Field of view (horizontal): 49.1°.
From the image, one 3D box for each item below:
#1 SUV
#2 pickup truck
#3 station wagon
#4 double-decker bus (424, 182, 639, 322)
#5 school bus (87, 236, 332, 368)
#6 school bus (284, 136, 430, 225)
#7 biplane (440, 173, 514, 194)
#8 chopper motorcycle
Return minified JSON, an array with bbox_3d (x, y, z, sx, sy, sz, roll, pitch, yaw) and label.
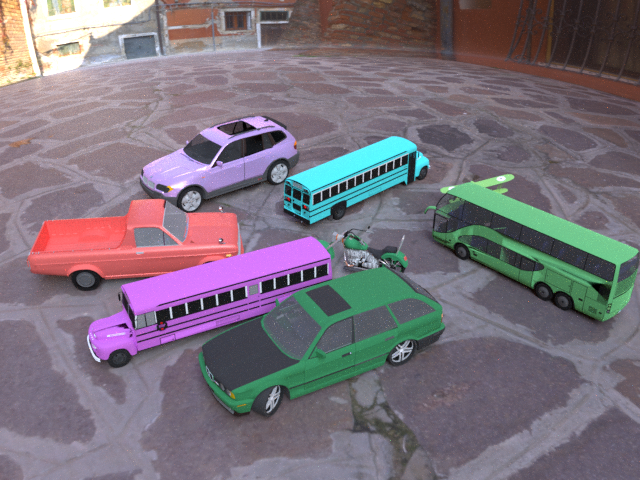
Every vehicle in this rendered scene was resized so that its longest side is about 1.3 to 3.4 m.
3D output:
[{"bbox_3d":[-1.834,-1.503,13.025,3.058,1.128,1.276,-21,36,-32],"label":"SUV"},{"bbox_3d":[-2.733,-0.012,10.593,3.117,0.993,1.244,-3,30,-6],"label":"pickup truck"},{"bbox_3d":[0.037,1.130,8.700,3.105,0.920,1.327,-16,34,-25],"label":"station wagon"},{"bbox_3d":[3.020,0.064,10.404,0.756,1.052,3.251,-24,38,-35],"label":"double-decker bus"},{"bbox_3d":[-1.434,0.777,9.383,3.322,0.844,0.709,-15,33,-24],"label":"school bus"},{"bbox_3d":[0.787,-1.165,12.726,3.322,0.844,0.709,-26,39,-37],"label":"school bus"},{"bbox_3d":[2.832,-0.800,12.436,1.336,0.504,1.090,-4,30,-7],"label":"biplane"},{"bbox_3d":[0.566,0.142,10.558,1.563,0.761,0.466,11,32,18],"label":"chopper motorcycle"}]
